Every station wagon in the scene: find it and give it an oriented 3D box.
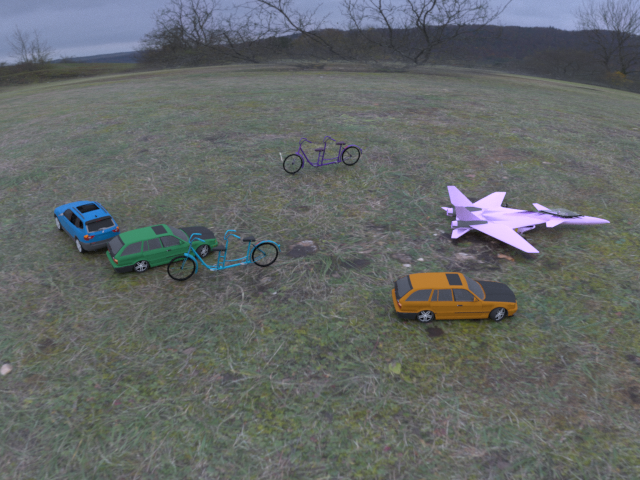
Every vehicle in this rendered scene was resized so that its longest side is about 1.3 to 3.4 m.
[{"bbox_3d":[1.751,0.708,9.079,1.597,0.473,0.682,-1,27,-2],"label":"station wagon"},{"bbox_3d":[-2.320,0.047,10.356,1.597,0.473,0.682,-14,30,-25],"label":"station wagon"}]

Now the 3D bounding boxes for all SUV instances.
[{"bbox_3d":[-3.653,-0.314,10.937,0.656,0.580,1.572,-19,33,-32],"label":"SUV"}]

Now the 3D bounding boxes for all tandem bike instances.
[{"bbox_3d":[-1.345,0.177,9.878,1.642,0.682,0.283,-9,29,-17],"label":"tandem bike"},{"bbox_3d":[0.062,-1.673,13.452,1.642,0.682,0.283,-10,29,-19],"label":"tandem bike"}]

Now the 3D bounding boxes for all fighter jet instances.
[{"bbox_3d":[3.356,-0.449,11.223,2.640,0.557,2.229,0,27,1],"label":"fighter jet"}]
